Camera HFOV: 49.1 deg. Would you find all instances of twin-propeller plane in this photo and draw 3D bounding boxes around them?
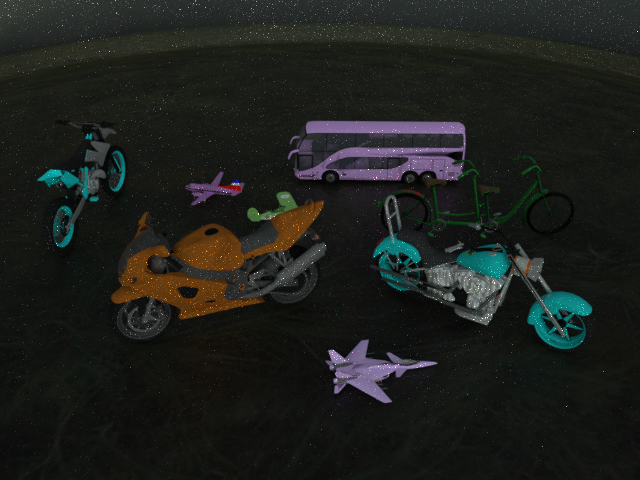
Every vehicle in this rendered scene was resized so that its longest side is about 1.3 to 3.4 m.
[{"bbox_3d":[-1.918,-0.950,12.517,1.095,0.407,1.370,8,32,13],"label":"twin-propeller plane"}]

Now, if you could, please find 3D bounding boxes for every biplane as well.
[{"bbox_3d":[-0.657,-0.444,11.571,1.090,0.504,1.336,-7,31,-12],"label":"biplane"}]

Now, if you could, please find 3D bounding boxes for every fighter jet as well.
[{"bbox_3d":[0.784,1.507,8.504,1.358,0.286,1.147,-5,31,-9],"label":"fighter jet"}]

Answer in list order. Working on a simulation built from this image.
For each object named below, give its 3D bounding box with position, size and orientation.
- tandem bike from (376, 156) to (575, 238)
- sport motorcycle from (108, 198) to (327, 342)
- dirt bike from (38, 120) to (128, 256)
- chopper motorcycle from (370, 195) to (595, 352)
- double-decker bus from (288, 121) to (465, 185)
[{"bbox_3d":[2.496,-0.651,11.116,3.192,1.326,0.550,0,31,0],"label":"tandem bike"},{"bbox_3d":[-1.302,0.389,9.102,2.955,1.596,0.983,-13,33,-20],"label":"sport motorcycle"},{"bbox_3d":[-3.843,-1.040,11.438,1.024,1.666,2.903,5,31,8],"label":"dirt bike"},{"bbox_3d":[2.083,0.418,9.168,3.040,1.480,0.906,18,35,27],"label":"chopper motorcycle"},{"bbox_3d":[1.046,-1.646,13.058,3.251,1.052,0.756,0,31,1],"label":"double-decker bus"}]
